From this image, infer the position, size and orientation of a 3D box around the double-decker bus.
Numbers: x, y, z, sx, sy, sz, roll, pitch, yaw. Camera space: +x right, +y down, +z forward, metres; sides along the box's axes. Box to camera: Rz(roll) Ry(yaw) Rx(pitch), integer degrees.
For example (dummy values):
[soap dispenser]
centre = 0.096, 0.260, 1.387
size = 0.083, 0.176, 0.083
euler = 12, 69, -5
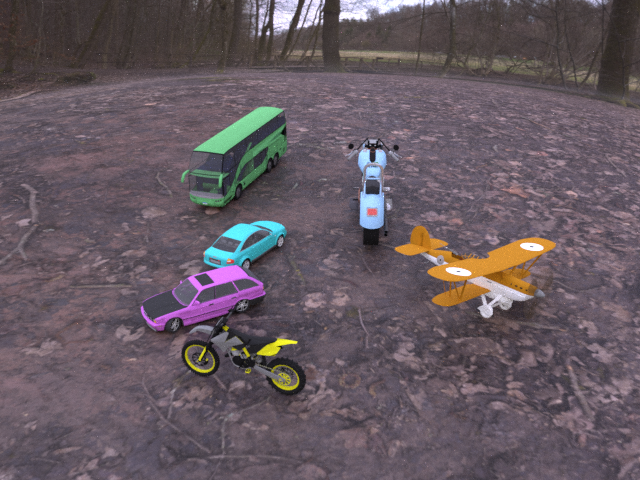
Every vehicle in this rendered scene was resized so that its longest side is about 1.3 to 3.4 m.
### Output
[double-decker bus]
centre = -1.497, -1.606, 13.231
size = 0.756, 1.052, 3.251
euler = 8, 27, 17

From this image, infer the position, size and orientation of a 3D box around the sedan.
[sedan]
centre = -1.099, 0.014, 10.571
size = 0.635, 0.483, 1.613
euler = 14, 30, 27

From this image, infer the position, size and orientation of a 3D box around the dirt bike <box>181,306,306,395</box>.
[dirt bike]
centre = -0.863, 1.236, 7.650
size = 1.493, 0.857, 0.527
euler = 8, 27, 16

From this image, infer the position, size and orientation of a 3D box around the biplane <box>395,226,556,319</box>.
[biplane]
centre = 2.041, 0.371, 9.277
size = 2.598, 0.981, 2.120
euler = -23, 34, -39

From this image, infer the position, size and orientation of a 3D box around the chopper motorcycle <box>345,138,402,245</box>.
[chopper motorcycle]
centre = 0.866, -1.039, 11.588
size = 0.906, 1.480, 3.040
euler = 2, 26, 3

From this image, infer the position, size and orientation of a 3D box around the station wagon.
[station wagon]
centre = -1.529, 0.724, 9.132
size = 1.597, 0.473, 0.682
euler = -15, 30, -27
